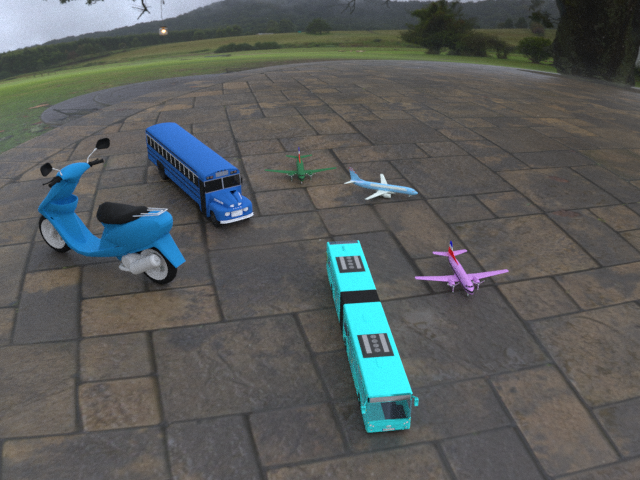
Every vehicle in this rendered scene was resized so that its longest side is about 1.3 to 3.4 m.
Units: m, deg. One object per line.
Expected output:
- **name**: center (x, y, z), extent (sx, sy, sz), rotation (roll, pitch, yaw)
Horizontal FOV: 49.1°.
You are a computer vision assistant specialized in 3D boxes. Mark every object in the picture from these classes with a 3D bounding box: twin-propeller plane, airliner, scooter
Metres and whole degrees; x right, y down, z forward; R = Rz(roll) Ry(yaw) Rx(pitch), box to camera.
- **twin-propeller plane**: center (1.997, 0.412, 9.983), extent (1.370, 0.407, 1.095), rotation (-4, 29, -7)
- **airliner**: center (1.122, -1.035, 12.600), extent (1.307, 0.429, 1.161), rotation (9, 30, 16)
- **twin-propeller plane**: center (-0.374, -1.419, 13.323), extent (1.370, 0.407, 1.095), rotation (-2, 29, -4)
- **scooter**: center (-3.114, -0.383, 10.000), extent (2.721, 1.786, 1.288), rotation (14, 32, 24)

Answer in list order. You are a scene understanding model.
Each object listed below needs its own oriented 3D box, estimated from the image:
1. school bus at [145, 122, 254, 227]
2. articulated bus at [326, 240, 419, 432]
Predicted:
- **school bus**: center (-2.207, -1.227, 12.518), extent (0.709, 0.844, 3.322), rotation (-17, 33, -28)
- **articulated bus**: center (0.523, 1.022, 8.710), extent (0.605, 0.561, 3.401), rotation (-3, 29, -6)
